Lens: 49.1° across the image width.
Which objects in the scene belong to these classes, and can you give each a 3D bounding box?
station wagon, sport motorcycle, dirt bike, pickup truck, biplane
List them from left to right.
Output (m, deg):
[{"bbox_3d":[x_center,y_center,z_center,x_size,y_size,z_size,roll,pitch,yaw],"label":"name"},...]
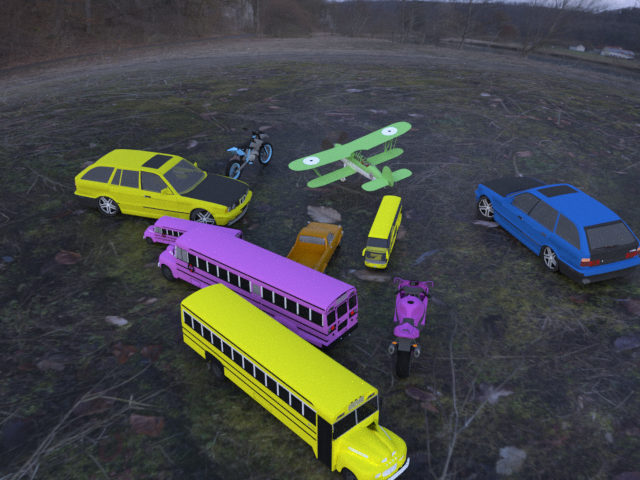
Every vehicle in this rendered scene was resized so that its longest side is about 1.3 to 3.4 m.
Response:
[{"bbox_3d":[-2.756,-0.966,12.356,3.105,0.920,1.327,9,31,15],"label":"station wagon"},{"bbox_3d":[-1.387,-1.708,13.744,0.527,0.857,1.493,17,34,28],"label":"dirt bike"},{"bbox_3d":[-0.109,0.126,10.831,0.640,0.511,1.603,8,30,14],"label":"pickup truck"},{"bbox_3d":[0.746,-1.400,13.069,2.598,0.981,2.120,-15,33,-25],"label":"biplane"},{"bbox_3d":[1.125,1.057,8.855,0.506,0.821,1.520,6,30,10],"label":"sport motorcycle"},{"bbox_3d":[3.746,-0.420,11.384,1.327,0.920,3.105,-10,31,-18],"label":"station wagon"}]

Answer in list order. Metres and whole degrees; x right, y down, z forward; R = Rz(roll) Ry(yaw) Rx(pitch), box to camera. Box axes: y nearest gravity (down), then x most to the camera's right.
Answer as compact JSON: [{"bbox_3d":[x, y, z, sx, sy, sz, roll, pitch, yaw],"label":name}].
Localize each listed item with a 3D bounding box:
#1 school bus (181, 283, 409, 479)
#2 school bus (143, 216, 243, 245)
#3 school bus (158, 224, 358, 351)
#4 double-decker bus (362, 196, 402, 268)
[{"bbox_3d":[-0.383,1.562,7.932,0.709,0.844,3.322,-24,37,-36],"label":"school bus"},{"bbox_3d":[-2.062,-0.060,11.239,1.708,0.434,0.365,11,31,19],"label":"school bus"},{"bbox_3d":[-0.998,0.544,9.745,3.322,0.844,0.709,21,36,33],"label":"school bus"},{"bbox_3d":[1.032,-0.133,11.260,0.389,0.541,1.672,7,30,12],"label":"double-decker bus"}]
